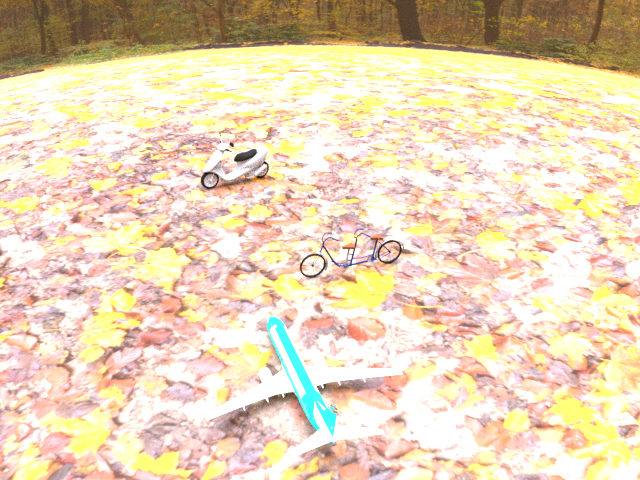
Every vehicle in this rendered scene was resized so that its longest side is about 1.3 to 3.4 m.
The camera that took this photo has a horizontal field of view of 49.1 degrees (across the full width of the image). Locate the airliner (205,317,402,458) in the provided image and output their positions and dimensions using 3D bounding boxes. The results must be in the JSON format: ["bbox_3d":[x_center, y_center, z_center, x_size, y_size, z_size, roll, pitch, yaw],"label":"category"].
[{"bbox_3d":[-0.230,1.396,7.867,2.257,0.835,2.541,-10,31,-16],"label":"airliner"}]

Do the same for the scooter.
[{"bbox_3d":[-1.532,-1.467,12.762,1.399,0.919,0.662,-15,33,-24],"label":"scooter"}]

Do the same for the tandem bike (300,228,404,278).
[{"bbox_3d":[0.485,0.149,10.188,1.642,0.682,0.283,-10,31,-17],"label":"tandem bike"}]
